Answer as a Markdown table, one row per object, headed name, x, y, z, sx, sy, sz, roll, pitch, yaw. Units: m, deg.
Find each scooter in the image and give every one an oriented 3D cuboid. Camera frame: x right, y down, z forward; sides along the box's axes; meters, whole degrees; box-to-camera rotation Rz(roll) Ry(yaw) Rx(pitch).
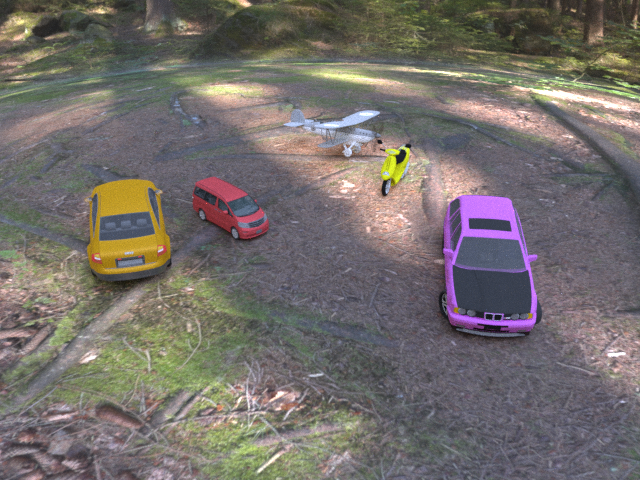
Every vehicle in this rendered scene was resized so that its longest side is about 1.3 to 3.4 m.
| name | x | y | z | sx | sy | sz | roll | pitch | yaw |
| --- | --- | --- | --- | --- | --- | --- | --- | --- | --- |
| scooter | 1.423 | -1.464 | 13.180 | 0.662 | 0.919 | 1.399 | 12 | 30 | 21 |

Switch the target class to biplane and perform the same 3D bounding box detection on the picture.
| name | x | y | z | sx | sy | sz | roll | pitch | yaw |
| --- | --- | --- | --- | --- | --- | --- | --- | --- | --- |
| biplane | 0.322 | -2.326 | 14.730 | 2.120 | 0.981 | 2.598 | 14 | 31 | 24 |

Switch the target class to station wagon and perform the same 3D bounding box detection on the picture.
| name | x | y | z | sx | sy | sz | roll | pitch | yaw |
| --- | --- | --- | --- | --- | --- | --- | --- | --- | --- |
| station wagon | 2.388 | 0.209 | 10.043 | 1.327 | 0.920 | 3.105 | 4 | 28 | 7 |

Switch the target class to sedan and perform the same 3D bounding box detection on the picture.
| name | x | y | z | sx | sy | sz | roll | pitch | yaw |
| --- | --- | --- | --- | --- | --- | --- | --- | --- | --- |
| sedan | -3.072 | -0.370 | 11.108 | 1.235 | 0.940 | 3.137 | -8 | 29 | -14 |

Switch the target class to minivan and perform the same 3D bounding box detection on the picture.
| name | x | y | z | sx | sy | sz | roll | pitch | yaw |
| --- | --- | --- | --- | --- | --- | --- | --- | --- | --- |
| minivan | -1.514 | -0.547 | 11.783 | 0.681 | 0.616 | 1.548 | -24 | 36 | -37 |
